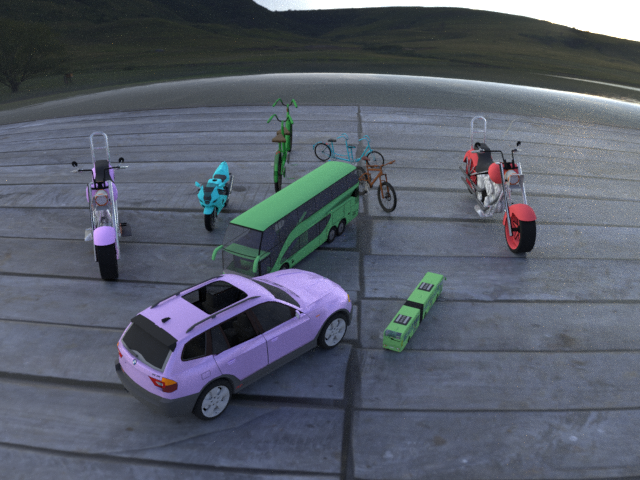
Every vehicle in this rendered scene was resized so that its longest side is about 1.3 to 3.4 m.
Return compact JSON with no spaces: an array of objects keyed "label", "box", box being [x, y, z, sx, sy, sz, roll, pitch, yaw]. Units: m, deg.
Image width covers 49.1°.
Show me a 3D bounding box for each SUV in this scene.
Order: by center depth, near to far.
[{"label":"SUV","box":[-0.931,0.999,8.402,1.276,1.128,3.058,24,35,39]}]

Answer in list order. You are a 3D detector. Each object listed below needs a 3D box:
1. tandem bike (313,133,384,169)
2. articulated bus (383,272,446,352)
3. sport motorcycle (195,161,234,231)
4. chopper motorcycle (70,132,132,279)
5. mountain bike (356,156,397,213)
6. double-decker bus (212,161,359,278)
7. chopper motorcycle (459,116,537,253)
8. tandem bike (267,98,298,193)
[{"label":"tandem bike","box":[0.586,-1.894,14.663,1.642,0.682,0.283,12,29,23]},{"label":"articulated bus","box":[1.290,0.938,9.461,0.311,0.289,1.749,13,29,23]},{"label":"sport motorcycle","box":[-1.819,-0.779,12.287,0.506,0.821,1.520,2,27,5]},{"label":"chopper motorcycle","box":[-3.478,-0.621,11.237,0.906,1.480,3.040,-7,28,-14]},{"label":"mountain bike","box":[0.975,-1.084,12.842,0.573,0.868,1.469,-14,30,-26]},{"label":"double-decker bus","box":[-0.391,-0.261,10.998,0.756,1.052,3.251,15,30,27]},{"label":"chopper motorcycle","box":[3.060,-1.009,12.010,0.906,1.480,3.040,-3,27,-5]},{"label":"tandem bike","box":[-0.738,-2.007,14.171,0.550,1.326,3.192,1,27,3]}]
